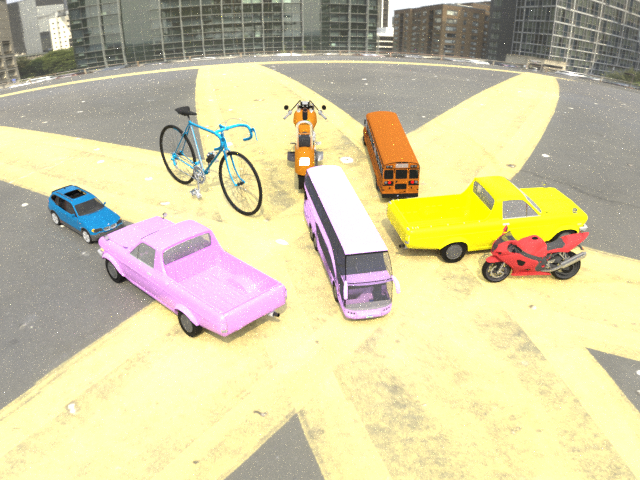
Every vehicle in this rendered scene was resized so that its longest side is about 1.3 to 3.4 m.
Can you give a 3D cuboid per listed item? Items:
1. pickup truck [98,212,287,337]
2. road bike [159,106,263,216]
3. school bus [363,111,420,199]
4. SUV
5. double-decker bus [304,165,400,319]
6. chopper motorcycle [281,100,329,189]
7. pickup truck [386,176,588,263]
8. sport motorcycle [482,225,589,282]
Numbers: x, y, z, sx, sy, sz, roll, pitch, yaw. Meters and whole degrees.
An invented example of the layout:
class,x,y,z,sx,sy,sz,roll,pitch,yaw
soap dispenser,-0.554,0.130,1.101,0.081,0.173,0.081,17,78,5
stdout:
class,x,y,z,sx,sy,sz,roll,pitch,yaw
pickup truck,-1.882,0.367,9.840,3.117,0.993,1.244,26,38,38
road bike,-2.031,-1.502,12.511,3.004,1.656,0.697,26,38,38
school bus,1.346,-1.788,13.857,0.709,0.844,3.322,-2,29,-3
SUV,-3.967,-0.473,11.771,1.572,0.580,0.656,24,37,36
double-decker bus,0.360,-0.036,10.502,0.756,1.052,3.251,-6,30,-10
chopper motorcycle,-0.285,-2.100,13.763,0.906,1.480,3.040,0,29,-1
pickup truck,2.679,-0.425,11.260,3.117,0.993,1.244,-6,30,-10
sport motorcycle,3.135,0.238,10.248,1.520,0.821,0.506,-3,29,-5
